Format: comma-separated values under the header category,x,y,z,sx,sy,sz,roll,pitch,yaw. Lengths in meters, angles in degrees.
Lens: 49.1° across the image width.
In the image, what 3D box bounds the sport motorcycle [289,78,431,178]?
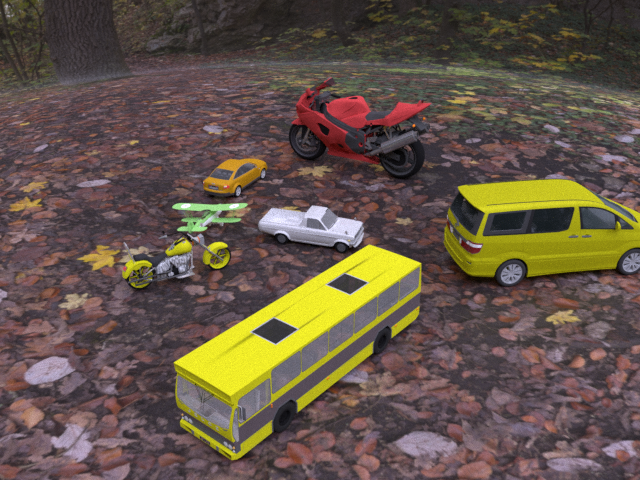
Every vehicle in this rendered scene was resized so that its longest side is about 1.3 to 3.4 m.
category,x,y,z,sx,sy,sz,roll,pitch,yaw
sport motorcycle,0.679,-2.120,13.370,2.955,1.596,0.983,14,30,25

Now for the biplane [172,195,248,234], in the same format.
category,x,y,z,sx,sy,sz,roll,pitch,yaw
biplane,-1.823,-0.346,11.087,1.336,0.504,1.090,10,29,18

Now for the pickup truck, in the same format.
category,x,y,z,sx,sy,sz,roll,pitch,yaw
pickup truck,-0.133,-0.231,10.853,1.603,0.511,0.640,8,28,16

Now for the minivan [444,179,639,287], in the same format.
category,x,y,z,sx,sy,sz,roll,pitch,yaw
minivan,3.354,-0.197,10.029,3.011,1.197,1.324,-5,27,-9

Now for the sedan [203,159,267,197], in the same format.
category,x,y,z,sx,sy,sz,roll,pitch,yaw
sedan,-1.529,-1.229,12.845,0.635,0.483,1.613,12,29,22

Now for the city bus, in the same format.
category,x,y,z,sx,sy,sz,roll,pitch,yaw
city bus,-0.086,1.116,7.781,0.926,0.894,3.255,20,33,35

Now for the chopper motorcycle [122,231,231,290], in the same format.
category,x,y,z,sx,sy,sz,roll,pitch,yaw
chopper motorcycle,-1.975,0.211,9.709,1.563,0.761,0.466,-16,31,-28
